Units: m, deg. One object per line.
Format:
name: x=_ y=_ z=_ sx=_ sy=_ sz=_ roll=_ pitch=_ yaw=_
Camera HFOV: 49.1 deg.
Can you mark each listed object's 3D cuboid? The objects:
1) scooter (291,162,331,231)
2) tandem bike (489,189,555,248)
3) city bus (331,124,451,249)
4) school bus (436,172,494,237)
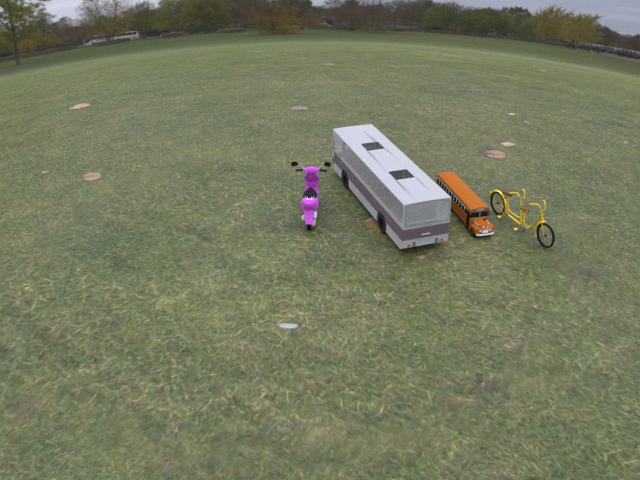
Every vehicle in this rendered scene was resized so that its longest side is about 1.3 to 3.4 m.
scooter: x=-0.155 y=-0.815 z=11.696 sx=0.662 sy=0.919 sz=1.399 roll=1 pitch=31 yaw=2
tandem bike: x=3.265 y=-0.476 z=11.354 sx=0.283 sy=0.682 sz=1.642 roll=-13 pitch=33 yaw=-21
city bus: x=1.112 y=-0.970 z=11.982 sx=0.926 sy=0.894 sz=3.255 roll=-10 pitch=32 yaw=-16
school bus: x=2.441 y=-0.615 z=11.833 sx=0.365 sy=0.434 sz=1.708 roll=-7 pitch=31 yaw=-12
